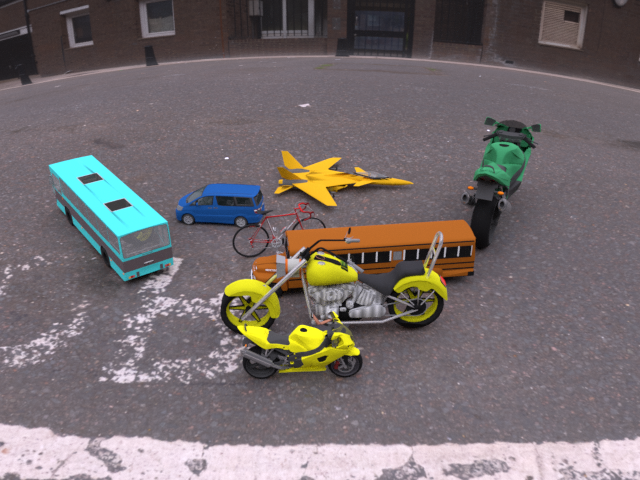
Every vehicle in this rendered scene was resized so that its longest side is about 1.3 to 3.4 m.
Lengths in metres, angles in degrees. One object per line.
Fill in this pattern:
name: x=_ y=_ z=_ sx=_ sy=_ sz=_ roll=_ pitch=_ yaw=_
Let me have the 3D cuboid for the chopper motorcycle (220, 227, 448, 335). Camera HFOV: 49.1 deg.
chopper motorcycle: x=0.188 y=0.574 z=9.272 sx=3.040 sy=1.480 sz=0.906 roll=-1 pitch=29 yaw=-2

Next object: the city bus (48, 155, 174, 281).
city bus: x=-3.525 y=-0.412 z=11.616 sx=0.926 sy=0.894 sz=3.255 roll=-20 pitch=35 yaw=-31

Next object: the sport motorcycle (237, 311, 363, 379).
sport motorcycle: x=-0.230 y=1.348 z=8.572 sx=1.520 sy=0.821 sz=0.506 roll=0 pitch=29 yaw=0

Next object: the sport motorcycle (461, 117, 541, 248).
sport motorcycle: x=3.081 y=-1.056 z=12.042 sx=0.983 sy=1.596 sz=2.955 roll=12 pitch=32 yaw=20

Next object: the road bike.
road bike: x=-0.640 y=-0.153 z=11.201 sx=1.545 sy=0.852 sz=0.358 roll=-7 pitch=30 yaw=-13

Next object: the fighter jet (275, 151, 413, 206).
fighter jet: x=0.490 y=-1.276 z=13.490 sx=2.640 sy=0.557 sz=2.229 roll=2 pitch=29 yaw=3

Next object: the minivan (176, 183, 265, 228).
minivan: x=-1.768 y=-0.641 z=12.305 sx=1.548 sy=0.616 sz=0.681 roll=3 pitch=30 yaw=6

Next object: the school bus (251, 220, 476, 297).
school bus: x=0.624 y=0.259 z=10.477 sx=3.322 sy=0.844 sz=0.709 roll=-4 pitch=30 yaw=-6
